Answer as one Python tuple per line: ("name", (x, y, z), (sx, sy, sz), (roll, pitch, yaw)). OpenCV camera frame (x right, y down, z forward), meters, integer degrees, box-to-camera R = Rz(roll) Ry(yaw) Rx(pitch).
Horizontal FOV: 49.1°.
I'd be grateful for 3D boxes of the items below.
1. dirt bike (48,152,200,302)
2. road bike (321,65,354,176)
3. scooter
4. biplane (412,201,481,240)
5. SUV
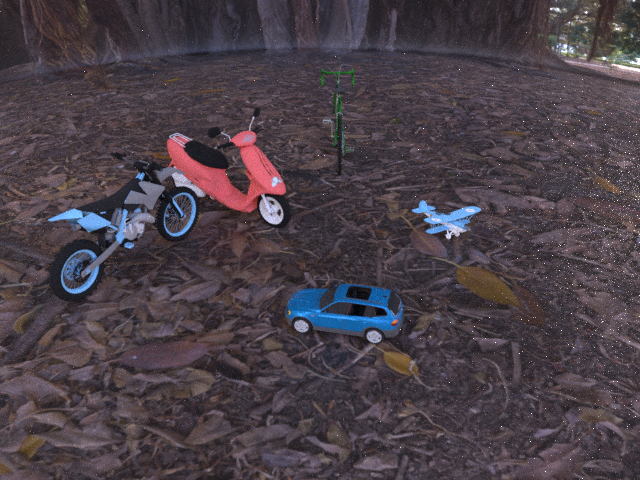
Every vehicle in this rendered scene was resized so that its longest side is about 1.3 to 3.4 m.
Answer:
("dirt bike", (-2.826, -0.321, 10.288), (1.024, 1.666, 2.903), (19, 35, 29))
("road bike", (0.368, -2.479, 14.045), (0.696, 1.656, 3.004), (0, 30, 0))
("scooter", (-1.618, -1.279, 11.831), (2.721, 1.786, 1.288), (18, 35, 29))
("biplane", (2.048, -0.347, 11.496), (1.336, 0.504, 1.090), (-24, 38, -35))
("SUV", (0.325, 0.899, 9.258), (1.572, 0.580, 0.656), (7, 31, 12))
